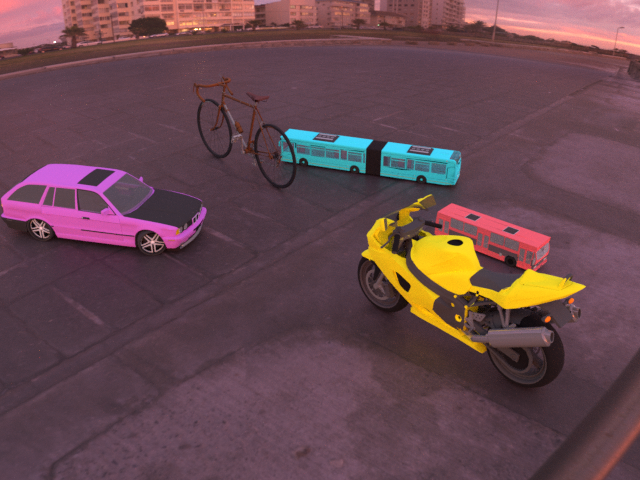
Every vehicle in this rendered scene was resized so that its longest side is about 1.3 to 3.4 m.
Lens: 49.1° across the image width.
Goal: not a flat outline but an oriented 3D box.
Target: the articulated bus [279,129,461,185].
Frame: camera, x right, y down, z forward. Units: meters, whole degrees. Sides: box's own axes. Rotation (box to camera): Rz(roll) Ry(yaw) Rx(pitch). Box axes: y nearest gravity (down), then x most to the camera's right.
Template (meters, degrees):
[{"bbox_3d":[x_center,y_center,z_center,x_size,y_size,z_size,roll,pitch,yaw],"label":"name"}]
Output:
[{"bbox_3d":[0.872,-1.551,12.987,3.401,0.561,0.605,10,31,18],"label":"articulated bus"}]

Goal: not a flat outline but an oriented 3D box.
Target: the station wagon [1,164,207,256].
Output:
[{"bbox_3d":[-3.332,-0.558,10.854,3.105,0.920,1.327,7,30,12],"label":"station wagon"}]

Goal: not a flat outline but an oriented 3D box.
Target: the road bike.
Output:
[{"bbox_3d":[-1.405,-2.010,12.686,0.696,1.656,3.004,-24,37,-36],"label":"road bike"}]

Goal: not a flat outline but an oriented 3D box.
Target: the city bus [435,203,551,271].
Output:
[{"bbox_3d":[2.528,-0.036,10.394,1.674,0.460,0.476,24,37,35],"label":"city bus"}]

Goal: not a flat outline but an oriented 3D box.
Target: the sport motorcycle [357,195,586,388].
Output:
[{"bbox_3d":[1.573,0.565,8.165,2.955,1.596,0.983,26,38,38],"label":"sport motorcycle"}]
